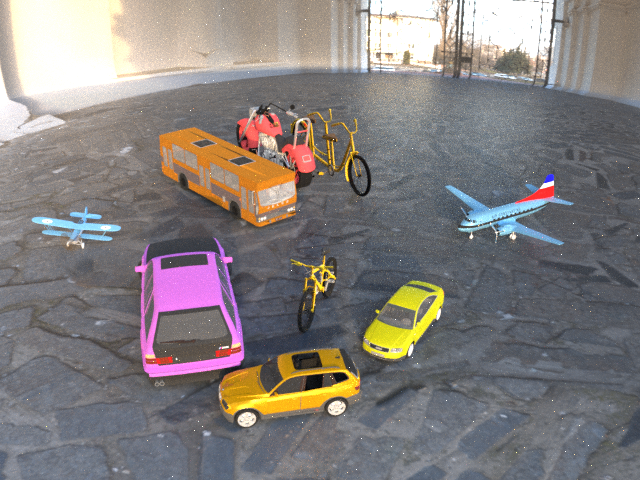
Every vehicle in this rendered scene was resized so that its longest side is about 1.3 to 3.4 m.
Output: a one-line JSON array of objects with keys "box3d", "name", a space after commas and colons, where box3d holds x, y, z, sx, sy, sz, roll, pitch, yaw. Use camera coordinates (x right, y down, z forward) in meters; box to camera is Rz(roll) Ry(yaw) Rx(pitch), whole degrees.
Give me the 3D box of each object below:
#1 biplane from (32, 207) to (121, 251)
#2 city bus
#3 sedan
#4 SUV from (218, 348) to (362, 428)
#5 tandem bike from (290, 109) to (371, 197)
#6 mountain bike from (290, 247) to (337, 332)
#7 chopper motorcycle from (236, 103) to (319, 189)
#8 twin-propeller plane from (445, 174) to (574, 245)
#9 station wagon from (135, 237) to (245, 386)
[{"box3d": [-3.831, -0.197, 11.210, 1.336, 0.504, 1.090, -2, 27, -3], "name": "biplane"}, {"box3d": [-1.745, -1.174, 12.712, 0.926, 0.894, 3.255, -21, 34, -35], "name": "city bus"}, {"box3d": [1.084, 0.964, 8.935, 0.635, 0.483, 1.613, 14, 30, 26], "name": "sedan"}, {"box3d": [-0.325, 1.562, 7.643, 1.572, 0.580, 0.656, -5, 27, -10], "name": "SUV"}, {"box3d": [0.150, -1.893, 13.658, 0.550, 1.326, 3.192, -14, 30, -25], "name": "tandem bike"}, {"box3d": [-0.022, 0.571, 9.287, 0.573, 0.868, 1.469, 9, 28, 17], "name": "mountain bike"}, {"box3d": [-0.949, -2.034, 13.764, 0.906, 1.480, 3.040, -14, 30, -26], "name": "chopper motorcycle"}, {"box3d": [3.121, -0.549, 11.588, 2.129, 0.792, 2.663, -15, 30, -27], "name": "twin-propeller plane"}, {"box3d": [-1.727, 0.636, 9.098, 1.327, 0.920, 3.105, -6, 27, -11], "name": "station wagon"}]
